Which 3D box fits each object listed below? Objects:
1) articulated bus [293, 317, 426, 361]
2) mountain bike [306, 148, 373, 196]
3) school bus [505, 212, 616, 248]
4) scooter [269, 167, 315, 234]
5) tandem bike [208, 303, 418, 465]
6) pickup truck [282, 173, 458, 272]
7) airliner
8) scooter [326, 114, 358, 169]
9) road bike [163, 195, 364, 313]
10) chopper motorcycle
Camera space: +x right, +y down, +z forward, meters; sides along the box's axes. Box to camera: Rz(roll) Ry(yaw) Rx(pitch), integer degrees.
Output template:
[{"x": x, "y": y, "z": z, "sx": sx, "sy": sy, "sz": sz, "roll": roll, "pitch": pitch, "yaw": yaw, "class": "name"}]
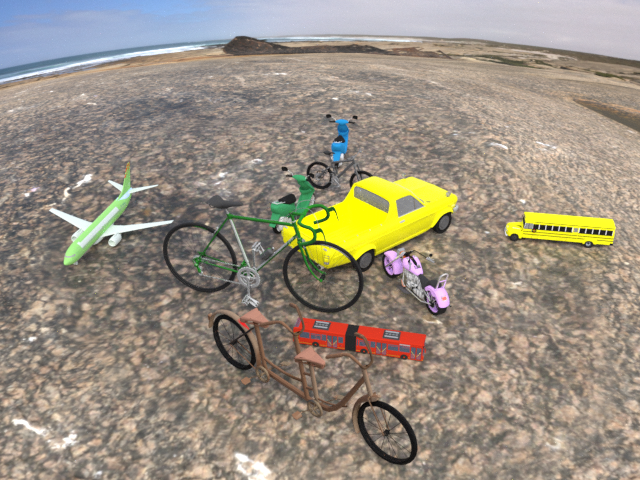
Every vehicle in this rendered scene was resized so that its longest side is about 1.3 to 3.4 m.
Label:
[{"x": 0.519, "y": 1.296, "z": 9.173, "sx": 1.749, "sy": 0.289, "sz": 0.311, "roll": 7, "pitch": 30, "yaw": 11, "class": "articulated bus"}, {"x": 0.397, "y": -1.261, "z": 13.073, "sx": 1.469, "sy": 0.868, "sz": 0.573, "roll": 14, "pitch": 33, "yaw": 23, "class": "mountain bike"}, {"x": 3.960, "y": -0.181, "z": 11.617, "sx": 1.708, "sy": 0.434, "sz": 0.365, "roll": 5, "pitch": 30, "yaw": 9, "class": "school bus"}, {"x": -0.457, "y": -0.729, "z": 12.089, "sx": 0.662, "sy": 0.919, "sz": 1.399, "roll": 16, "pitch": 33, "yaw": 26, "class": "scooter"}, {"x": -0.208, "y": 1.403, "z": 7.938, "sx": 3.192, "sy": 1.326, "sz": 0.550, "roll": 23, "pitch": 37, "yaw": 35, "class": "tandem bike"}, {"x": 0.890, "y": -0.403, "z": 11.441, "sx": 3.117, "sy": 0.993, "sz": 1.244, "roll": -23, "pitch": 37, "yaw": -35, "class": "pickup truck"}, {"x": -3.650, "y": -0.445, "z": 11.676, "sx": 2.257, "sy": 0.835, "sz": 2.541, "roll": 6, "pitch": 30, "yaw": 10, "class": "airliner"}, {"x": 0.426, "y": -2.095, "z": 14.485, "sx": 0.662, "sy": 0.919, "sz": 1.399, "roll": 4, "pitch": 30, "yaw": 7, "class": "scooter"}, {"x": -0.850, "y": 0.174, "z": 9.761, "sx": 3.004, "sy": 1.656, "sz": 0.697, "roll": 8, "pitch": 31, "yaw": 14, "class": "road bike"}, {"x": 1.366, "y": 0.474, "z": 10.138, "sx": 0.466, "sy": 0.761, "sz": 1.563, "roll": -14, "pitch": 33, "yaw": -23, "class": "chopper motorcycle"}]
